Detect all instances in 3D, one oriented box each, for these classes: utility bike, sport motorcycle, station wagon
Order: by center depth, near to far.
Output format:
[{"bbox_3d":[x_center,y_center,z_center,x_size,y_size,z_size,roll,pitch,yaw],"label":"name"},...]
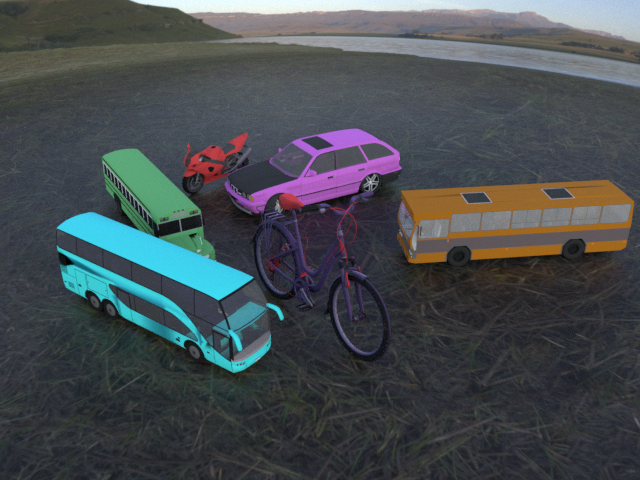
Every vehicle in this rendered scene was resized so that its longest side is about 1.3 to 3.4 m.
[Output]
[{"bbox_3d":[-0.009,0.182,8.474,1.039,1.839,2.791,-20,34,-33],"label":"utility bike"},{"bbox_3d":[-0.108,-1.245,12.094,3.105,0.920,1.327,-16,32,-27],"label":"station wagon"},{"bbox_3d":[-1.843,-1.372,12.434,0.506,0.821,1.520,23,36,36],"label":"sport motorcycle"}]

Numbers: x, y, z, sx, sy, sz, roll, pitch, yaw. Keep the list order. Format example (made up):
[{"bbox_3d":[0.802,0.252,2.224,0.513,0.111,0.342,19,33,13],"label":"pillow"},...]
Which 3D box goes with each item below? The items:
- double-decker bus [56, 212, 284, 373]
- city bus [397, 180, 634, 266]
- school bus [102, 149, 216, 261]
[{"bbox_3d":[-1.944,0.592,8.543,3.251,1.052,0.756,19,34,31],"label":"double-decker bus"},{"bbox_3d":[2.817,-0.245,10.265,3.255,0.894,0.926,-3,28,-6],"label":"city bus"},{"bbox_3d":[-2.534,-0.492,10.776,0.709,0.844,3.322,-16,32,-27],"label":"school bus"}]
